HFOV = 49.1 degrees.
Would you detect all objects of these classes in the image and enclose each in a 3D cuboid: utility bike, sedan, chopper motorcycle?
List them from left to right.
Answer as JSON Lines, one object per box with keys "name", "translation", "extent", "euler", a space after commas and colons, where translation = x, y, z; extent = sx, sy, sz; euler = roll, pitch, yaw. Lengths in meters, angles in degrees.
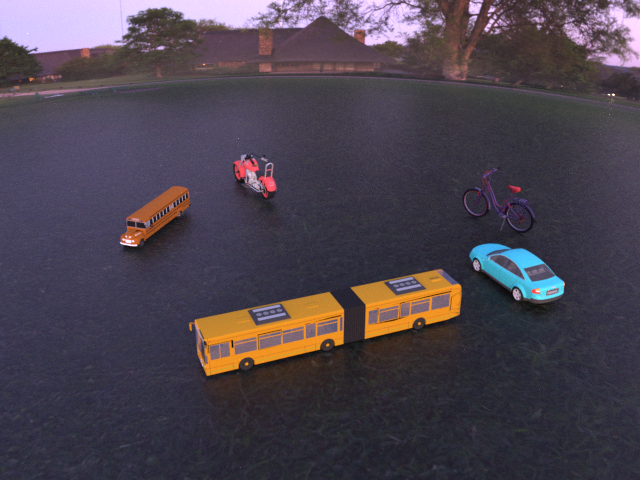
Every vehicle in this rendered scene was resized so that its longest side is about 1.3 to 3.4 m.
{"name": "chopper motorcycle", "translation": [-1.237, -1.271, 12.981], "extent": [0.466, 0.761, 1.563], "euler": [-15, 30, -27]}
{"name": "utility bike", "translation": [2.924, -0.655, 11.507], "extent": [0.535, 0.946, 1.435], "euler": [-23, 34, -39]}
{"name": "sedan", "translation": [2.752, 0.382, 9.907], "extent": [0.635, 0.483, 1.613], "euler": [-11, 28, -22]}

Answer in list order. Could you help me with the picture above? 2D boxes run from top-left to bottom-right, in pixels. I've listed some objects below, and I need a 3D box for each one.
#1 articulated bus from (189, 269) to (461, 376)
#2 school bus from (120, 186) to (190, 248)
{"name": "articulated bus", "translation": [0.151, 0.969, 8.614], "extent": [3.401, 0.561, 0.605], "euler": [-10, 28, -20]}
{"name": "school bus", "translation": [-2.711, -0.393, 11.554], "extent": [0.365, 0.434, 1.708], "euler": [9, 27, 17]}
